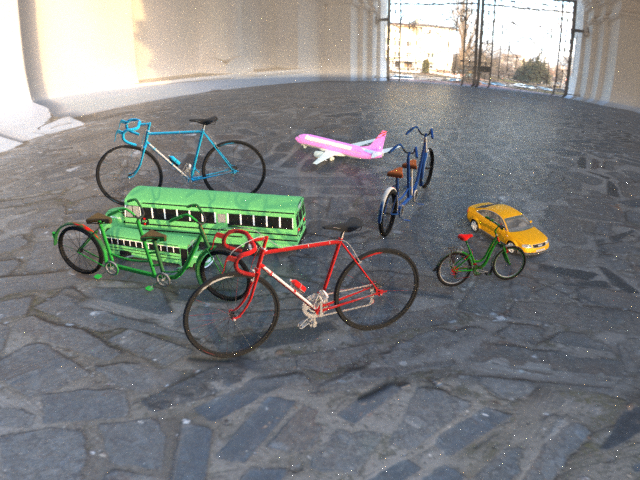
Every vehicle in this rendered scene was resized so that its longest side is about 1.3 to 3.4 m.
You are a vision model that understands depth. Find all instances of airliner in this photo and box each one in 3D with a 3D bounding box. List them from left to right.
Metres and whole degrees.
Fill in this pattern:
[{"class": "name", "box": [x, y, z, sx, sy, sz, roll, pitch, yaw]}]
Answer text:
[{"class": "airliner", "box": [0.410, -2.149, 14.929, 2.541, 0.835, 2.257, 20, 32, 36]}]

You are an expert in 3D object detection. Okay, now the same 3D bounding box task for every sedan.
[{"class": "sedan", "box": [3.035, -0.242, 11.362, 0.635, 0.483, 1.613, -12, 28, -23]}]

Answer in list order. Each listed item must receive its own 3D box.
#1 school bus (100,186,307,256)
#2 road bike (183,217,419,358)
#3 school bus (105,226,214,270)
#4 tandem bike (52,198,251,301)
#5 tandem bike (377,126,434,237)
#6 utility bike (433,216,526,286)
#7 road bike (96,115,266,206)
[{"class": "school bus", "box": [-1.904, -0.341, 11.152, 3.322, 0.844, 0.709, 4, 26, 9]}, {"class": "road bike", "box": [-0.157, 0.534, 8.391, 3.004, 1.656, 0.696, -8, 27, -17]}, {"class": "school bus", "box": [-2.447, 0.122, 10.661, 1.708, 0.434, 0.365, 8, 27, 16]}, {"class": "tandem bike", "box": [-2.420, 0.067, 9.745, 3.192, 1.326, 0.550, 9, 27, 18]}, {"class": "tandem bike", "box": [1.557, -1.133, 12.245, 0.550, 1.326, 3.192, 11, 28, 21]}, {"class": "utility bike", "box": [2.277, 0.166, 9.978, 1.435, 0.946, 0.535, -6, 26, -11]}, {"class": "road bike", "box": [-2.470, -1.416, 12.454, 3.004, 1.656, 0.696, -4, 26, -8]}]
